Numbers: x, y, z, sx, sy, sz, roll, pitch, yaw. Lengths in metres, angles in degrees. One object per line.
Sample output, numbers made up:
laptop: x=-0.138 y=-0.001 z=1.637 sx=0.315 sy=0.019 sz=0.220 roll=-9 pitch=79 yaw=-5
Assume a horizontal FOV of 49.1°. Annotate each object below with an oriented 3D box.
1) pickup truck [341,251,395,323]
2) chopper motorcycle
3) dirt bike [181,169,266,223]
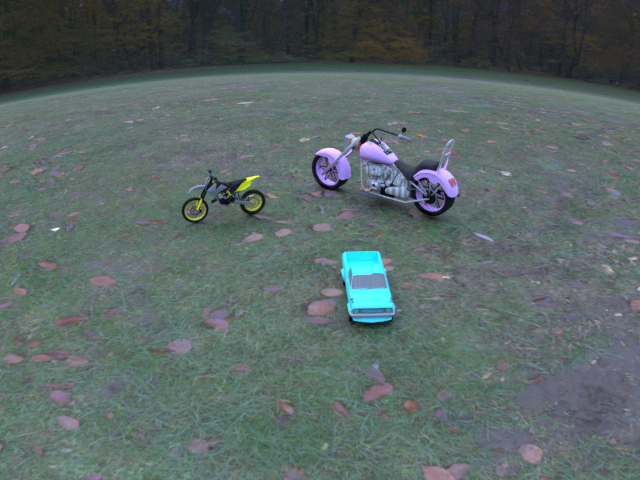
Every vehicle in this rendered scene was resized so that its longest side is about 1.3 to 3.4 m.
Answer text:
pickup truck: x=0.650 y=0.578 z=9.792 sx=0.640 sy=0.511 sz=1.603 roll=-1 pitch=26 yaw=-2
chopper motorcycle: x=1.108 y=-1.365 z=12.624 sx=3.040 sy=1.480 sz=0.906 roll=19 pitch=32 yaw=34
dirt bike: x=-1.665 y=-0.762 z=12.108 sx=1.493 sy=0.857 sz=0.527 roll=-10 pitch=28 yaw=-19
